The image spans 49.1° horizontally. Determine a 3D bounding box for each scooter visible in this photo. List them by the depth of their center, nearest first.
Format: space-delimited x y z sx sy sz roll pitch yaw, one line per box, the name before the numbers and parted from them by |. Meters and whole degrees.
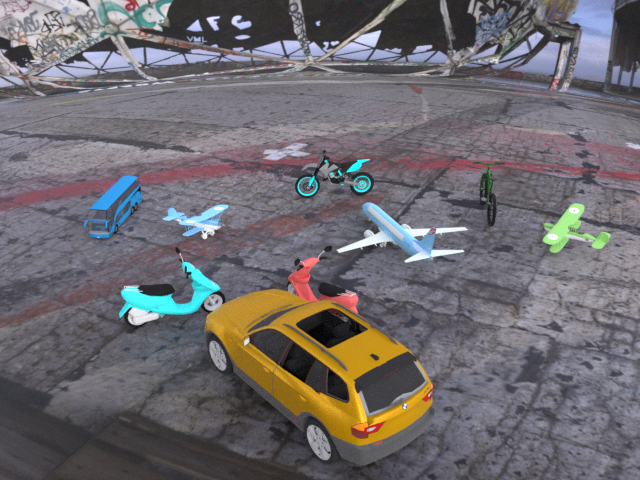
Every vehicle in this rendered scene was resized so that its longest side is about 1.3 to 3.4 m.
scooter | -1.945 0.655 9.185 1.399 0.919 0.662 -9 28 -18
scooter | 0.020 0.628 9.241 0.662 0.919 1.399 -22 34 -37

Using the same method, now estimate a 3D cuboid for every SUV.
SUV | -0.114 1.251 7.759 1.276 1.128 3.058 -20 33 -35

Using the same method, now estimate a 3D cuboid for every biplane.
biplane | 4.029 -0.094 11.151 1.090 0.504 1.336 19 32 33
biplane | -2.040 -0.318 11.598 1.090 0.504 1.336 10 28 20

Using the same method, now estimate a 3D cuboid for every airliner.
airliner | 1.222 -0.292 11.177 2.257 0.835 2.541 -10 28 -19

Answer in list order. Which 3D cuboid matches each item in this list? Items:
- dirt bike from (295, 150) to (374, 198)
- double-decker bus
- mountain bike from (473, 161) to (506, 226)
dirt bike | 0.276 -1.197 12.964 1.493 0.857 0.527 -4 27 -7
double-decker bus | -3.524 -0.568 12.057 0.389 0.541 1.672 3 27 6
mountain bike | 2.959 -0.858 12.273 0.573 0.868 1.469 2 27 3
